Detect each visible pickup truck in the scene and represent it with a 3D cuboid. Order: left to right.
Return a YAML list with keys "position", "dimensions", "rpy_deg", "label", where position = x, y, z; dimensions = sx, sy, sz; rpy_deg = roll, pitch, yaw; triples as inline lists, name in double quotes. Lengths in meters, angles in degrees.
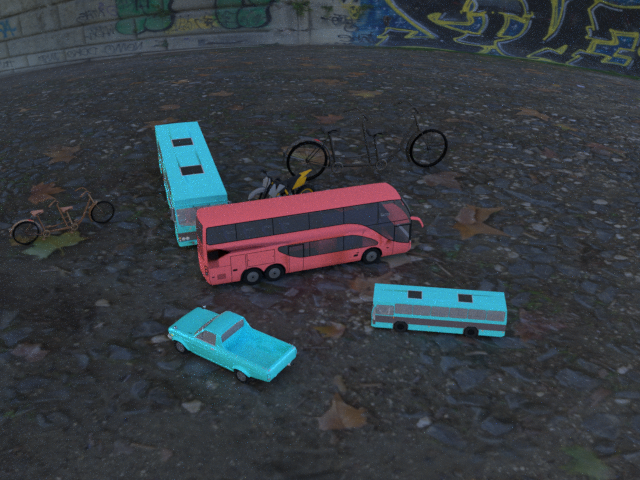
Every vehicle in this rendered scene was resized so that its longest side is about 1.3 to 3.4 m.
- position: [-1.072, 1.204, 8.389]
  dimensions: [1.603, 0.511, 0.640]
  rpy_deg: [18, 35, 28]
  label: "pickup truck"

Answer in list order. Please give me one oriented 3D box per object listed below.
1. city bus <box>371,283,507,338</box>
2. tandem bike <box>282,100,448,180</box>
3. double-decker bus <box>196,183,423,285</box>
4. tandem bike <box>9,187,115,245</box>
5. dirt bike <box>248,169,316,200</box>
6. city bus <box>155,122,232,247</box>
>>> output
- position: [1.506, 0.910, 8.949]
  dimensions: [1.674, 0.460, 0.476]
  rpy_deg: [4, 30, 6]
  label: "city bus"
- position: [0.871, -1.811, 12.801]
  dimensions: [3.192, 1.326, 0.550]
  rpy_deg: [-7, 31, -12]
  label: "tandem bike"
- position: [-0.142, -0.117, 10.137]
  dimensions: [3.251, 1.052, 0.756]
  rpy_deg: [-9, 31, -16]
  label: "double-decker bus"
- position: [-4.042, -0.395, 10.991]
  dimensions: [1.642, 0.682, 0.283]
  rpy_deg: [-19, 35, -29]
  label: "tandem bike"
- position: [-0.642, -0.719, 11.377]
  dimensions: [1.493, 0.857, 0.527]
  rpy_deg: [-23, 37, -34]
  label: "dirt bike"
- position: [-2.209, -1.009, 11.843]
  dimensions: [0.926, 0.894, 3.255]
  rpy_deg: [-8, 31, -14]
  label: "city bus"
